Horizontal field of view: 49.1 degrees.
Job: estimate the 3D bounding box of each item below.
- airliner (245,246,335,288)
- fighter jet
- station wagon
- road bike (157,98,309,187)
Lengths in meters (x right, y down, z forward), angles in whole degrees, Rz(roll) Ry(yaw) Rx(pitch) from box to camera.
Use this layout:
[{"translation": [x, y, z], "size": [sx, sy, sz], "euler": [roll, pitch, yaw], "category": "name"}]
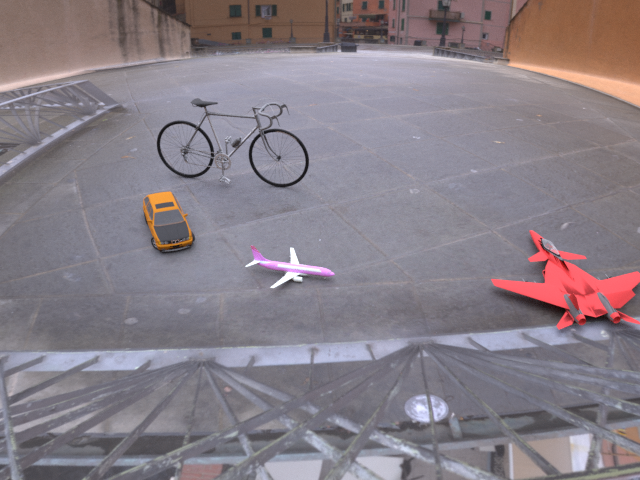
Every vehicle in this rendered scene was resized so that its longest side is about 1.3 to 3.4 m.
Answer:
[{"translation": [-0.421, 0.337, 10.434], "size": [1.307, 0.429, 1.161], "euler": [6, 30, 11], "category": "airliner"}, {"translation": [3.582, 0.342, 10.296], "size": [2.229, 0.557, 2.640], "euler": [-3, 30, -5], "category": "fighter jet"}, {"translation": [-2.545, -0.355, 11.608], "size": [0.682, 0.473, 1.597], "euler": [-11, 31, -18], "category": "station wagon"}, {"translation": [-1.664, -1.829, 13.006], "size": [3.004, 1.656, 0.697], "euler": [7, 30, 12], "category": "road bike"}]
